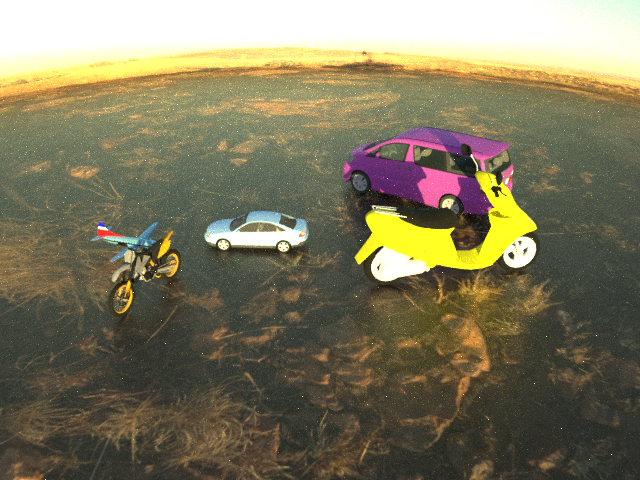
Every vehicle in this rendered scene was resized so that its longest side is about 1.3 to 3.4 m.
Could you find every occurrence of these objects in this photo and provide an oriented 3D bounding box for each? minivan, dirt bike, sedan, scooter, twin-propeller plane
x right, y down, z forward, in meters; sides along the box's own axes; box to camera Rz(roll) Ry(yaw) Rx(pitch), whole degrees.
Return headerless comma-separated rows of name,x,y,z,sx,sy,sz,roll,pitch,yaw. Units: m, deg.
minivan,1.832,-1.318,12.337,3.011,1.197,1.324,19,32,32
dirt bike,-2.326,0.386,9.341,0.527,0.857,1.493,12,29,23
sedan,-0.985,-0.166,10.847,1.613,0.483,0.635,2,27,3
scooter,1.829,-0.262,9.592,2.721,1.786,1.288,-5,27,-10
twin-propeller plane,-2.904,-0.025,10.651,1.095,0.407,1.370,8,28,15
